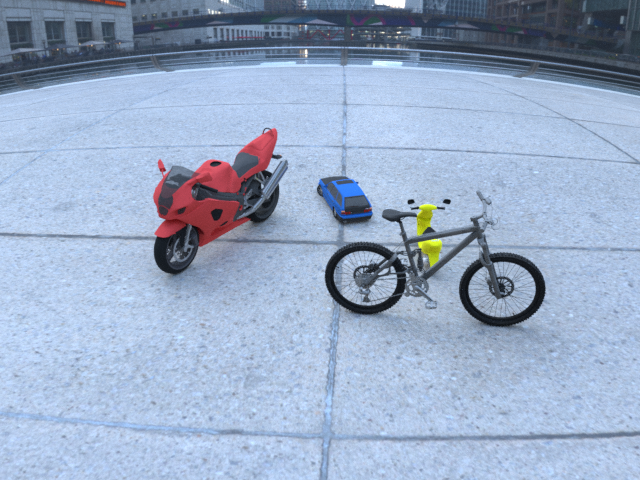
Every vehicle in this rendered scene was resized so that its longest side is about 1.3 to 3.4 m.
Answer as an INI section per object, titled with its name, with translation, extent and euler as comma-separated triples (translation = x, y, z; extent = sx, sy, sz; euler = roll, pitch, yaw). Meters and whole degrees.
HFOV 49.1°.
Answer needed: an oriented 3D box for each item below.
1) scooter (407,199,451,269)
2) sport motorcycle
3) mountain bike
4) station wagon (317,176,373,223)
[scooter]
translation = 1.656, -0.136, 10.678
extent = 0.662, 0.919, 1.399
euler = 0, 28, -1
[sport motorcycle]
translation = -1.547, -0.663, 10.943
extent = 0.983, 1.596, 2.955
euler = 17, 33, 28
[mountain bike]
translation = 1.474, 0.320, 9.023
extent = 2.857, 1.688, 1.114
euler = 4, 29, 8
[station wagon]
translation = 0.425, -0.829, 12.434
extent = 0.682, 0.473, 1.597
euler = -7, 29, -13
